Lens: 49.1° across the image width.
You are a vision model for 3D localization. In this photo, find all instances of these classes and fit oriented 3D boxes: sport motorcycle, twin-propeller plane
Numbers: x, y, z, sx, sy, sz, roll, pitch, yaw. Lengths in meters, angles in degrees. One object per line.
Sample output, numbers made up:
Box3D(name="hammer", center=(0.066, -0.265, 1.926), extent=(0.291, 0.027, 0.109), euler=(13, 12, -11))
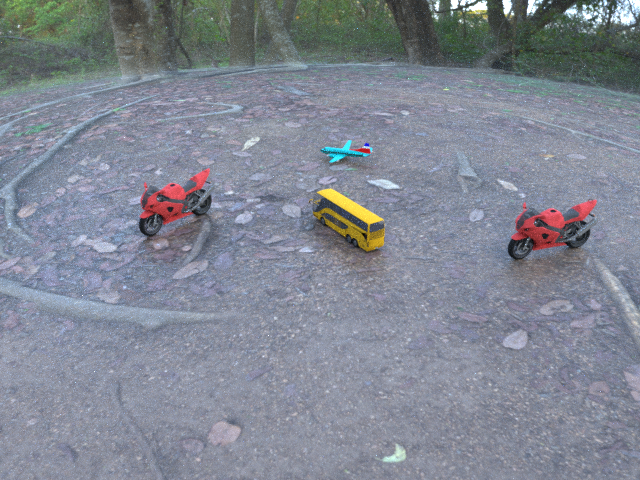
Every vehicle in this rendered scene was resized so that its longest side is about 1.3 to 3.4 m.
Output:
Box3D(name="sport motorcycle", center=(-2.380, -0.635, 11.580), extent=(0.506, 0.821, 1.520), euler=(21, 34, 35))
Box3D(name="sport motorcycle", center=(3.541, -0.170, 10.684), extent=(1.520, 0.821, 0.506), euler=(-10, 29, -19))
Box3D(name="twin-propeller plane", center=(0.519, -1.846, 14.363), extent=(1.095, 0.407, 1.370), euler=(9, 29, 17))

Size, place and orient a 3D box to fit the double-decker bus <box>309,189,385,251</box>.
Box3D(name="double-decker bus", center=(0.424, -0.359, 11.352), extent=(0.389, 0.541, 1.672), euler=(-17, 32, -29))
